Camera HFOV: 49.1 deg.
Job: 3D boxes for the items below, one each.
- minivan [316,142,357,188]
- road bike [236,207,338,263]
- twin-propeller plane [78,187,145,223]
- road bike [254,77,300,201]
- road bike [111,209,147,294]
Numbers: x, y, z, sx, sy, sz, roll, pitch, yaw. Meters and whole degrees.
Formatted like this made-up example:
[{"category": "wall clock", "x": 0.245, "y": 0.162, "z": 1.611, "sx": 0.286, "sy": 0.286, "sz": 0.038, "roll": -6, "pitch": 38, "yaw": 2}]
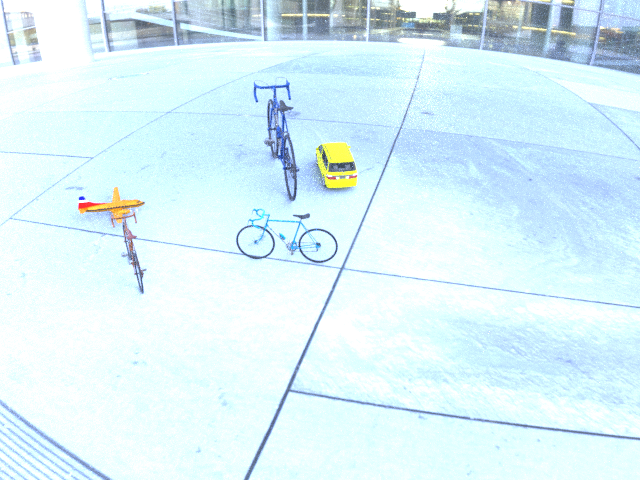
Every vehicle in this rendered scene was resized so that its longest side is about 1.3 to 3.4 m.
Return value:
[{"category": "minivan", "x": 0.293, "y": -1.494, "z": 13.107, "sx": 0.681, "sy": 0.616, "sz": 1.548, "roll": -4, "pitch": 31, "yaw": -7}, {"category": "road bike", "x": -0.501, "y": -0.050, "z": 10.445, "sx": 1.545, "sy": 0.852, "sz": 0.358, "roll": 3, "pitch": 31, "yaw": 6}, {"category": "twin-propeller plane", "x": -3.522, "y": -0.617, "z": 11.834, "sx": 1.095, "sy": 0.407, "sz": 1.370, "roll": -9, "pitch": 32, "yaw": -14}, {"category": "road bike", "x": -0.726, "y": -1.925, "z": 12.812, "sx": 0.696, "sy": 1.656, "sz": 3.004, "roll": -6, "pitch": 31, "yaw": -11}, {"category": "road bike", "x": -2.731, "y": 0.134, "z": 10.136, "sx": 0.358, "sy": 0.852, "sz": 1.545, "roll": -12, "pitch": 33, "yaw": -19}]
